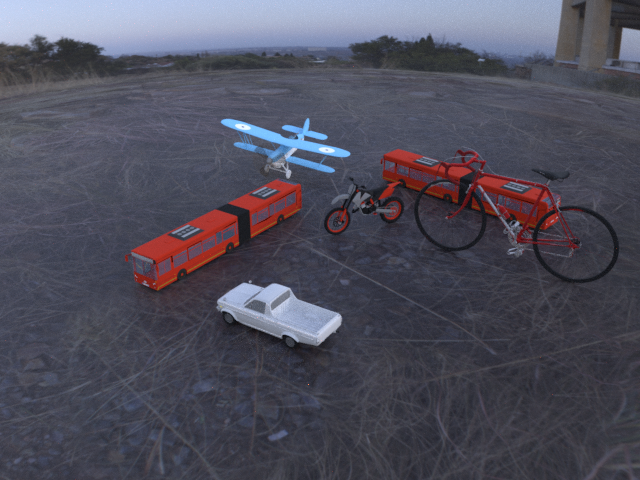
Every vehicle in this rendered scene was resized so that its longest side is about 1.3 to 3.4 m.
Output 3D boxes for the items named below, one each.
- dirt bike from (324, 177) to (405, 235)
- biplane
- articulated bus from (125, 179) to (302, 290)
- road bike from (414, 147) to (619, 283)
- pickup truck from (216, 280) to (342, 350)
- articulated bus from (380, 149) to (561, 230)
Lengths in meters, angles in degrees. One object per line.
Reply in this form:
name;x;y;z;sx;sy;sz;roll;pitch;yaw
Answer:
dirt bike;0.738;-0.569;11.302;1.493;0.857;0.527;-13;29;-24
biplane;-0.564;-1.827;13.673;2.598;0.981;2.120;9;28;18
articulated bus;-1.479;-0.176;10.849;0.605;0.561;3.401;18;32;31
road bike;2.737;-0.371;10.015;3.004;1.656;0.696;15;31;28
pickup truck;-0.531;0.886;8.786;1.603;0.511;0.640;16;31;29
articulated bus;2.545;-0.945;12.383;3.401;0.561;0.605;23;35;38
